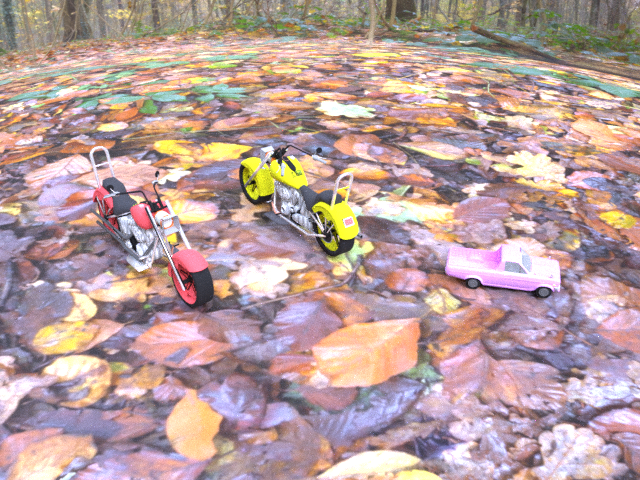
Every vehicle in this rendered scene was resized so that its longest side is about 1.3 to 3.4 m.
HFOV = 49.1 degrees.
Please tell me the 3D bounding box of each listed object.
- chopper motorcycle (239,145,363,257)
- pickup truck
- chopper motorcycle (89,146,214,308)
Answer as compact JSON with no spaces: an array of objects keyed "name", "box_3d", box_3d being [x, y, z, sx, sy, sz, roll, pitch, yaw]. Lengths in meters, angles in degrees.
[{"name":"chopper motorcycle","box_3d":[-0.429,-0.846,11.007,0.906,1.480,3.040,-20,36,-30]},{"name":"pickup truck","box_3d":[2.581,0.372,9.878,1.603,0.511,0.640,7,31,12]},{"name":"chopper motorcycle","box_3d":[-2.466,-0.234,9.956,0.906,1.480,3.040,-23,37,-34]}]
